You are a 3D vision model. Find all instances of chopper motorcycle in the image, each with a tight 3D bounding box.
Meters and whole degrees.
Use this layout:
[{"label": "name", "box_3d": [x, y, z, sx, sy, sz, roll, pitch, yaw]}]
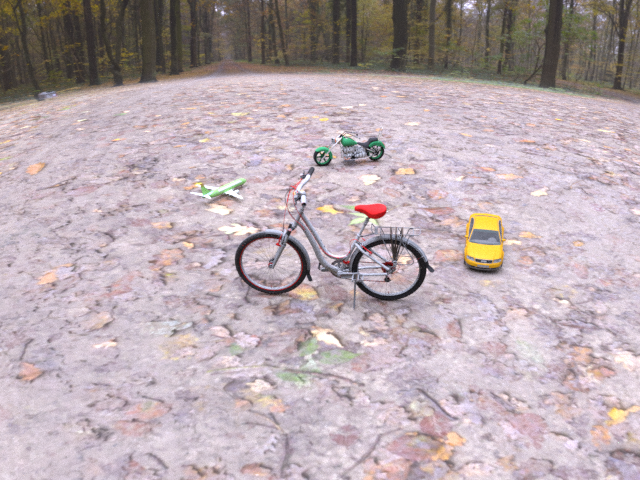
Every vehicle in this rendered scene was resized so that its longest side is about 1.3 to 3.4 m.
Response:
[{"label": "chopper motorcycle", "box_3d": [0.631, -1.988, 14.843, 1.563, 0.761, 0.466, -6, 27, -11]}]

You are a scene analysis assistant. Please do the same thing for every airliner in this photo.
[{"label": "airliner", "box_3d": [-1.833, -1.056, 13.334, 1.161, 0.429, 1.307, 17, 31, 31]}]

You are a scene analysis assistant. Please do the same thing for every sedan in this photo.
[{"label": "sedan", "box_3d": [2.640, -0.036, 11.214, 0.635, 0.483, 1.613, 6, 27, 12]}]

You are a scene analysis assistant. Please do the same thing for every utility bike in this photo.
[{"label": "utility bike", "box_3d": [0.177, 0.062, 9.488, 2.791, 1.839, 1.039, 2, 26, 5]}]
